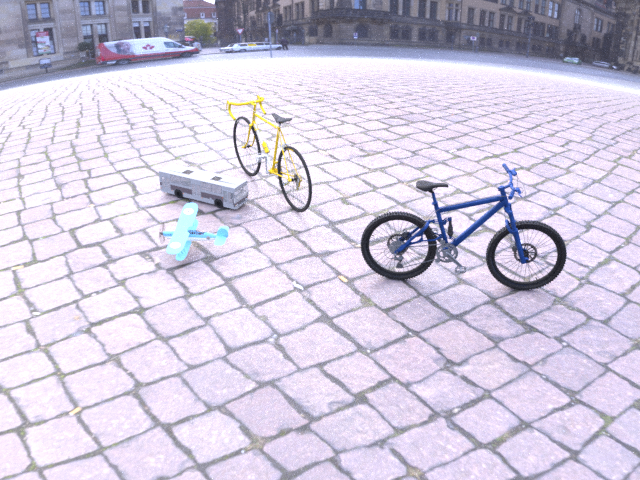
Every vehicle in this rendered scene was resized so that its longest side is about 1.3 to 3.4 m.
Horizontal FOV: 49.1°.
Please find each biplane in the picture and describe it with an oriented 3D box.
[{"bbox_3d":[-1.966,-0.062,10.905,1.090,0.504,1.336,2,28,4],"label":"biplane"}]

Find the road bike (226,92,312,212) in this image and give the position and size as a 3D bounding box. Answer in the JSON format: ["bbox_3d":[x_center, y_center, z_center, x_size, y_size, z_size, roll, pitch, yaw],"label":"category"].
[{"bbox_3d":[-0.923,-1.633,12.605,0.696,1.656,3.004,-16,32,-27],"label":"road bike"}]

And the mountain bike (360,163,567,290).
[{"bbox_3d":[1.996,-0.105,9.739,2.857,1.688,1.114,4,29,8],"label":"mountain bike"}]

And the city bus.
[{"bbox_3d":[-2.097,-0.949,12.596,1.674,0.460,0.476,14,31,24],"label":"city bus"}]
